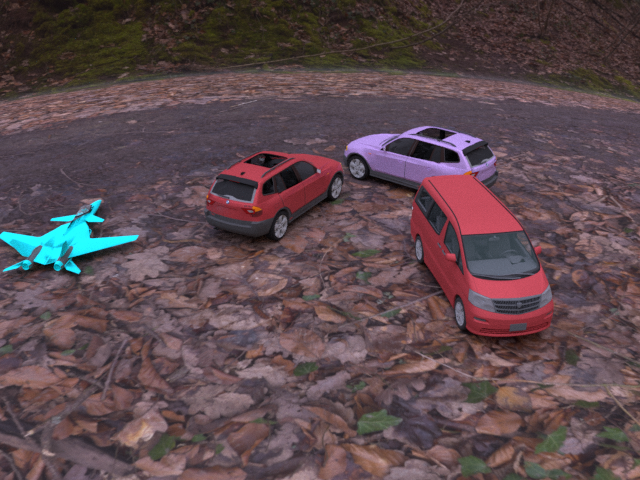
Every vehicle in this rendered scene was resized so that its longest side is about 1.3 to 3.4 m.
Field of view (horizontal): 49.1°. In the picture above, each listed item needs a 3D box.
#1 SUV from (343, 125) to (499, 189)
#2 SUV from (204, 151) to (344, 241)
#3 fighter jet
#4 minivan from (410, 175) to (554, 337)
[{"bbox_3d":[1.861,-1.586,13.290,3.058,1.128,1.276,22,34,36],"label":"SUV"},{"bbox_3d":[-0.707,-0.982,12.083,1.276,1.128,3.058,14,30,26],"label":"SUV"},{"bbox_3d":[-4.007,-0.278,11.314,2.229,0.557,2.640,1,27,3],"label":"fighter jet"},{"bbox_3d":[2.185,0.130,9.782,1.324,1.197,3.011,-4,27,-8],"label":"minivan"}]
